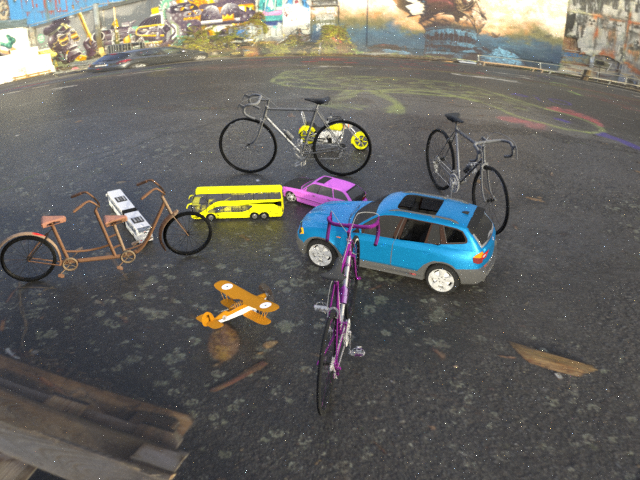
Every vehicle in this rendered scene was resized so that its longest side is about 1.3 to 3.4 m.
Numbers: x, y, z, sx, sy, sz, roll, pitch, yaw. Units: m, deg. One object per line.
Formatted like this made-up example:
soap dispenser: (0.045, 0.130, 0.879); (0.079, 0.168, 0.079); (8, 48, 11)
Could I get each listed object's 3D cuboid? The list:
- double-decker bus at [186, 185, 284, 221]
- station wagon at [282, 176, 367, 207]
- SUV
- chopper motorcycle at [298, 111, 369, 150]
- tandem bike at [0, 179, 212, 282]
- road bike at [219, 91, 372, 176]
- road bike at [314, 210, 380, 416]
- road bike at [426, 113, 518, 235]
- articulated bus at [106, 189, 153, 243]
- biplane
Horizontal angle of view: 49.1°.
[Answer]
double-decker bus: (-1.472, -0.657, 12.231); (1.672, 0.541, 0.389); (-2, 29, -3)
station wagon: (0.051, -0.887, 12.713); (1.597, 0.473, 0.682); (17, 33, 28)
SUV: (1.152, -0.130, 10.680); (3.058, 1.128, 1.276); (11, 31, 20)
chopper motorcycle: (0.301, -2.345, 15.037); (1.563, 0.761, 0.466); (6, 30, 10)
tandem bike: (-3.217, -0.144, 10.501); (3.192, 1.326, 0.550); (-9, 30, -16)
road bike: (-0.491, -2.030, 13.552); (3.004, 1.656, 0.697); (2, 29, 4)
road bike: (0.265, 0.738, 8.578); (0.696, 1.656, 3.004); (5, 30, 10)
road bike: (2.531, -1.297, 12.234); (0.696, 1.656, 3.004); (-9, 30, -15)
articulated bus: (-3.294, -0.432, 12.086); (0.311, 0.289, 1.749); (-16, 33, -27)
biplane: (-1.131, 0.926, 9.423); (1.090, 0.504, 1.336); (-23, 37, -36)
